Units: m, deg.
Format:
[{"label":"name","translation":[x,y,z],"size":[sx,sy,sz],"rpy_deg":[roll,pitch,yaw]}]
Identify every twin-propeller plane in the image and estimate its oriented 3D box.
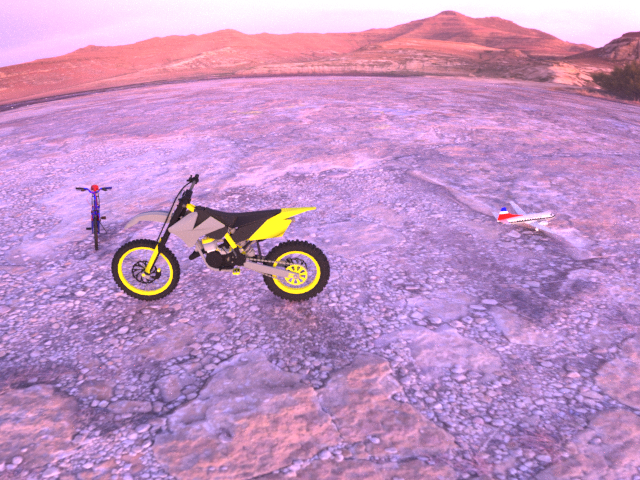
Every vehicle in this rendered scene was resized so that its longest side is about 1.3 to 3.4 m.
[{"label":"twin-propeller plane","translation":[3.426,-0.404,11.581],"size":[1.095,0.407,1.370],"rpy_deg":[-7,27,-15]}]

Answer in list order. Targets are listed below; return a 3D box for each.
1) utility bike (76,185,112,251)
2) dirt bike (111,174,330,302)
[{"label":"utility bike","translation":[-3.529,-0.480,11.121],"size":[0.535,0.946,1.435],"rpy_deg":[-7,27,-14]},{"label":"dirt bike","translation":[-1.316,0.080,9.133],"size":[2.903,1.666,1.024],"rpy_deg":[0,26,0]}]
